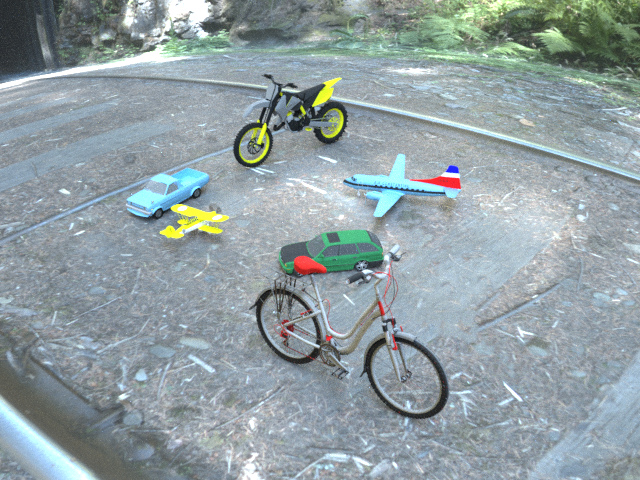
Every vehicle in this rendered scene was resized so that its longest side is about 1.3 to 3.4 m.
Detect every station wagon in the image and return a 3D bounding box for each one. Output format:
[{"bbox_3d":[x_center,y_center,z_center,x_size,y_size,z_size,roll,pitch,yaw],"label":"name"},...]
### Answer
[{"bbox_3d":[0.165,0.164,10.711,1.597,0.473,0.682,-5,31,-9],"label":"station wagon"}]

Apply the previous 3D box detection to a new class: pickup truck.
[{"bbox_3d":[-2.703,-0.905,12.515,0.640,0.511,1.603,19,35,29],"label":"pickup truck"}]

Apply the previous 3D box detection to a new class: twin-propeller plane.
[{"bbox_3d":[1.447,-1.055,12.494,2.129,0.792,2.663,7,31,12],"label":"twin-propeller plane"}]

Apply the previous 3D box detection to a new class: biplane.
[{"bbox_3d":[-2.083,-0.259,11.410,1.336,0.504,1.090,23,37,34],"label":"biplane"}]

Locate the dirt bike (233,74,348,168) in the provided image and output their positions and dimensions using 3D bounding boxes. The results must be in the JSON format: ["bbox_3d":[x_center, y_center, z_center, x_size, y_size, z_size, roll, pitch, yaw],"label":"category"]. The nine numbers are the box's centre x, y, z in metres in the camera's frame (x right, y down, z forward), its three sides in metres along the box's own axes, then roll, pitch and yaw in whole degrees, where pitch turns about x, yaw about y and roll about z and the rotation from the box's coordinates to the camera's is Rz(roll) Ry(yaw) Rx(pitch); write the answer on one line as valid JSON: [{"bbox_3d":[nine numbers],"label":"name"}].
[{"bbox_3d":[-0.532,-2.491,14.097,2.903,1.666,1.024,-23,37,-34],"label":"dirt bike"}]

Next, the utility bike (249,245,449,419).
[{"bbox_3d":[0.308,0.886,8.107,2.791,1.839,1.039,20,35,30],"label":"utility bike"}]
